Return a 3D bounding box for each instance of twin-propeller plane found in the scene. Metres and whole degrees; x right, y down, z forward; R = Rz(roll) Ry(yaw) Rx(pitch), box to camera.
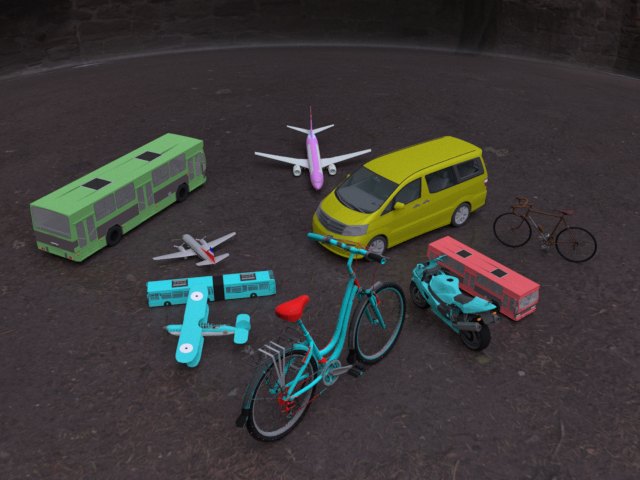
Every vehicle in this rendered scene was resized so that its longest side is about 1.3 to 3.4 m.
[{"bbox_3d":[-1.829,0.097,10.516,1.370,0.407,1.095,-19,35,-30],"label":"twin-propeller plane"}]

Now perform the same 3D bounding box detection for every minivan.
[{"bbox_3d":[1.294,-0.711,11.128,3.011,1.197,1.324,-20,36,-31],"label":"minivan"}]

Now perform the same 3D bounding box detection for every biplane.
[{"bbox_3d":[-1.402,1.116,8.651,1.090,0.504,1.336,0,30,0],"label":"biplane"}]

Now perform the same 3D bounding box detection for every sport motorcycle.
[{"bbox_3d":[1.649,0.779,8.918,0.506,0.821,1.520,-17,34,-27],"label":"sport motorcycle"}]

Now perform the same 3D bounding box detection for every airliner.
[{"bbox_3d":[-0.114,-1.737,13.270,2.257,0.835,2.541,-2,30,-3],"label":"airliner"}]

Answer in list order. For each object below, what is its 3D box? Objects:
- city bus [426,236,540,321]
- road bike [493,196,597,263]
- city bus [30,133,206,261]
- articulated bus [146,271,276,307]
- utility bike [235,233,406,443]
[{"bbox_3d":[2.219,0.521,9.727,0.476,0.460,1.674,-21,36,-32],"label":"city bus"},{"bbox_3d":[3.374,-0.153,10.505,1.545,0.852,0.358,15,33,24],"label":"road bike"},{"bbox_3d":[-3.153,-0.756,11.508,0.926,0.894,3.255,15,33,24],"label":"city bus"},{"bbox_3d":[-1.496,0.668,9.645,1.749,0.289,0.311,-5,30,-9],"label":"articulated bus"},{"bbox_3d":[0.040,0.938,7.624,1.039,1.839,2.791,24,38,35],"label":"utility bike"}]
